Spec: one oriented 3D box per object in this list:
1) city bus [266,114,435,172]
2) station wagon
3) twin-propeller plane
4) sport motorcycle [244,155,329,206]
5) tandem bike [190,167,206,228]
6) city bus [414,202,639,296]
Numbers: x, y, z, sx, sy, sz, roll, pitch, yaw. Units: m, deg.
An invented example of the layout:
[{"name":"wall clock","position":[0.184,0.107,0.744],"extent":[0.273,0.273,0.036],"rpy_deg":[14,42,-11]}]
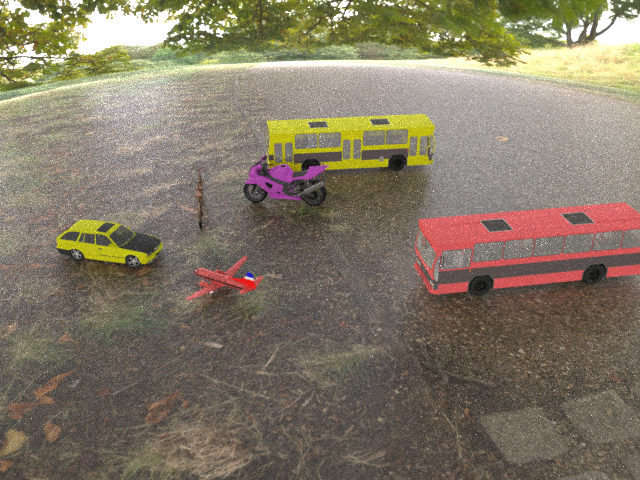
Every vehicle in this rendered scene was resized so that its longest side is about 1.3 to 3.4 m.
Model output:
[{"name":"city bus","position":[0.582,-1.879,13.832],"extent":[3.255,0.894,0.926],"rpy_deg":[-4,28,-7]},{"name":"station wagon","position":[-3.221,0.015,10.740],"extent":[1.597,0.473,0.682],"rpy_deg":[7,29,12]},{"name":"twin-propeller plane","position":[-1.356,0.519,9.869],"extent":[1.095,0.407,1.370],"rpy_deg":[15,32,26]},{"name":"sport motorcycle","position":[-0.605,-1.011,12.288],"extent":[1.520,0.821,0.506],"rpy_deg":[3,28,6]},{"name":"tandem bike","position":[-2.071,-0.795,12.033],"extent":[0.283,0.682,1.642],"rpy_deg":[-4,28,-7]},{"name":"city bus","position":[3.045,0.137,10.066],"extent":[3.255,0.894,0.926],"rpy_deg":[-5,29,-9]}]
